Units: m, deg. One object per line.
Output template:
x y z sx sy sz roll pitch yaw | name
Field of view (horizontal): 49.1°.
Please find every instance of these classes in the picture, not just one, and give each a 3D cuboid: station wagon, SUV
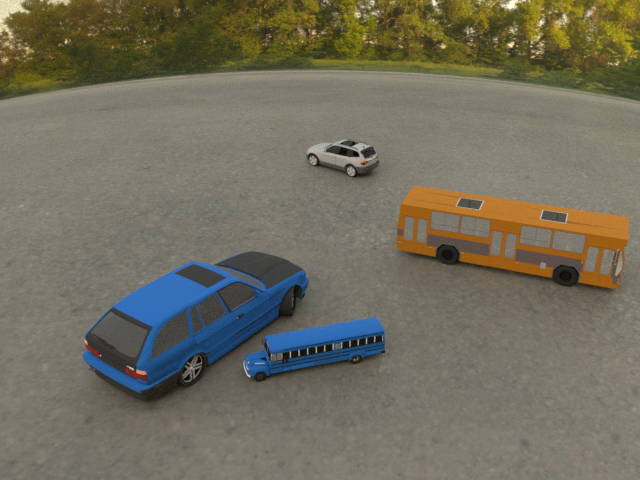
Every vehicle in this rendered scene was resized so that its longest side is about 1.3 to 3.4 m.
-1.426 0.806 8.847 1.327 0.920 3.105 19 33 32 | station wagon
0.448 -1.740 14.194 1.572 0.580 0.656 20 33 34 | SUV

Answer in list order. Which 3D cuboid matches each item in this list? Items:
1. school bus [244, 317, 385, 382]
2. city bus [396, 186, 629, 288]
-0.069 1.301 8.413 1.708 0.434 0.365 -8 28 -15 | school bus
2.837 -0.045 10.537 3.255 0.894 0.926 10 29 19 | city bus
